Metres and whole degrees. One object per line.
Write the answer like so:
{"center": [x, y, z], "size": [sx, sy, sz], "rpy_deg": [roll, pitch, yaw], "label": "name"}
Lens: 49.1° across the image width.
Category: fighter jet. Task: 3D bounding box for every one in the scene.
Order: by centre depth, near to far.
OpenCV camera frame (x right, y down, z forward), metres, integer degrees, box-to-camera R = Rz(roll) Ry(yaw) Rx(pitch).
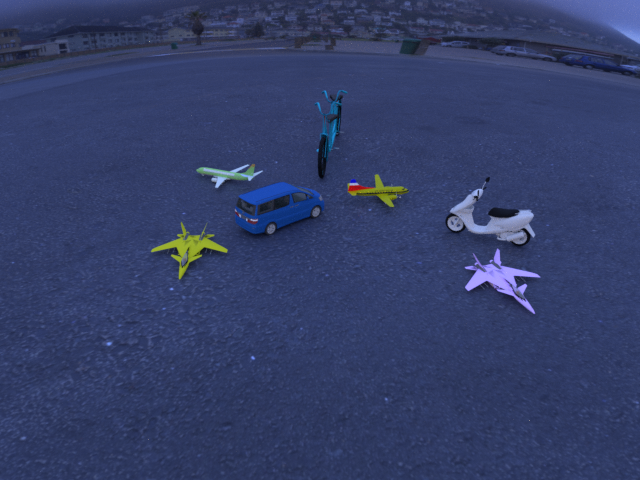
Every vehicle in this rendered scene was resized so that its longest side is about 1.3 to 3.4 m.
{"center": [2.594, 0.577, 9.662], "size": [1.147, 0.286, 1.358], "rpy_deg": [-9, 30, -16], "label": "fighter jet"}
{"center": [-1.973, 0.152, 10.443], "size": [1.147, 0.286, 1.358], "rpy_deg": [0, 29, 1], "label": "fighter jet"}

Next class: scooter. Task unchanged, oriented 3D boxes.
{"center": [2.644, -0.420, 10.835], "size": [1.399, 0.919, 0.662], "rpy_deg": [13, 31, 23], "label": "scooter"}

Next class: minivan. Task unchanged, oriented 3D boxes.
{"center": [-0.632, -0.589, 11.463], "size": [1.548, 0.616, 0.681], "rpy_deg": [-22, 36, -35], "label": "minivan"}

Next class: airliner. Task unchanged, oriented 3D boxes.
{"center": [-1.746, -1.301, 12.968], "size": [1.307, 0.429, 1.161], "rpy_deg": [12, 31, 21], "label": "airliner"}

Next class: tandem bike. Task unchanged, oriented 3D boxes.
{"center": [0.221, -2.334, 13.931], "size": [0.550, 1.326, 3.192], "rpy_deg": [4, 29, 7], "label": "tandem bike"}

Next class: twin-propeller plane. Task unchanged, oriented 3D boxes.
{"center": [1.028, -0.898, 12.250], "size": [1.095, 0.407, 1.370], "rpy_deg": [-3, 29, -6], "label": "twin-propeller plane"}
